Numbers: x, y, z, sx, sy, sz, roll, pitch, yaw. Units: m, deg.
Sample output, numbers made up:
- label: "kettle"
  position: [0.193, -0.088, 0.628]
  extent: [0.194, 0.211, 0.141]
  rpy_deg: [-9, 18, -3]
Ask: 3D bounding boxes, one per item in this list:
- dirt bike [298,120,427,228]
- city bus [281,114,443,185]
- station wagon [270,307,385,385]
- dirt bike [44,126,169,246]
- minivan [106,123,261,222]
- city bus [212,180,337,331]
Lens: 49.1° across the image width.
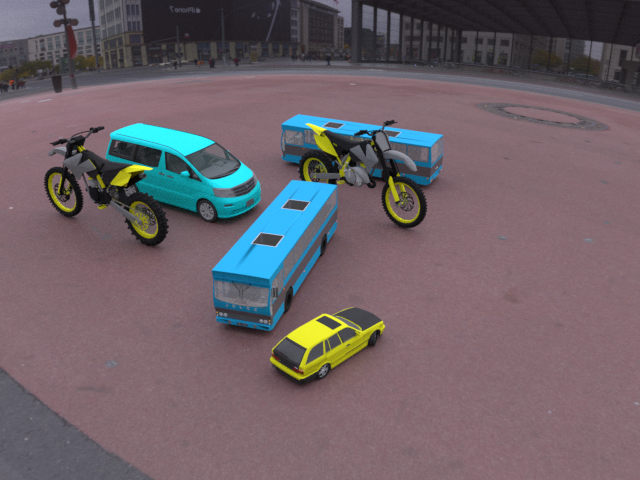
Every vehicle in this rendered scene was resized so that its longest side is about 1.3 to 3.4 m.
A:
- label: "dirt bike"
  position: [0.696, -1.273, 12.291]
  extent: [2.903, 1.666, 1.024]
  rpy_deg: [23, 35, 37]
- label: "city bus"
  position: [0.815, -1.825, 14.235]
  extent: [3.255, 0.894, 0.926]
  rpy_deg: [12, 29, 23]
- label: "station wagon"
  position: [0.133, 1.206, 8.716]
  extent: [0.682, 0.473, 1.597]
  rpy_deg: [24, 35, 39]
- label: "dirt bike"
  position: [-3.658, -0.916, 11.587]
  extent: [2.903, 1.666, 1.024]
  rpy_deg: [16, 31, 29]
- label: "minivan"
  position: [-2.517, -1.287, 12.838]
  extent: [3.011, 1.197, 1.324]
  rpy_deg: [15, 31, 27]
- label: "city bus"
  position: [-0.548, 0.134, 10.367]
  extent: [0.926, 0.894, 3.255]
  rpy_deg: [8, 28, 15]
